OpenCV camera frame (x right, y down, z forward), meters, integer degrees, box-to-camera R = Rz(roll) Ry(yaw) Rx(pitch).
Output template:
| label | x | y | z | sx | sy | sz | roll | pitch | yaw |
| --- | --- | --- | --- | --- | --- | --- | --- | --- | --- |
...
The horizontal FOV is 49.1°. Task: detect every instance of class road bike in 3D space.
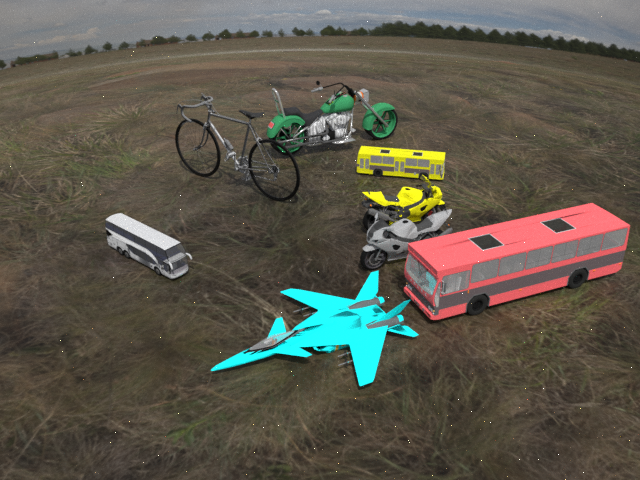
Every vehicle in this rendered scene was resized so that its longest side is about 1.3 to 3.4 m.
| label | x | y | z | sx | sy | sz | roll | pitch | yaw |
| --- | --- | --- | --- | --- | --- | --- | --- | --- | --- |
| road bike | -1.581 | -1.709 | 12.778 | 3.004 | 1.656 | 0.697 | 19 | 35 | 30 |

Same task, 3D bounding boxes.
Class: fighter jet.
| label | x | y | z | sx | sy | sz | roll | pitch | yaw |
| --- | --- | --- | --- | --- | --- | --- | --- | --- | --- |
| fighter jet | -0.148 | 1.124 | 8.902 | 2.640 | 0.557 | 2.229 | -14 | 33 | -24 |

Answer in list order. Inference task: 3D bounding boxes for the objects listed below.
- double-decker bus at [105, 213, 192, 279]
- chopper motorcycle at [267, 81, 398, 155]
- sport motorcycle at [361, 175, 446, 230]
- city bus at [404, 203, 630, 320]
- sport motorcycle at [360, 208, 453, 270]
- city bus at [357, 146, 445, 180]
| label | x | y | z | sx | sy | sz | roll | pitch | yaw |
| --- | --- | --- | --- | --- | --- | --- | --- | --- | --- |
| double-decker bus | -2.658 | 0.094 | 10.731 | 1.672 | 0.541 | 0.389 | 23 | 37 | 34 |
| chopper motorcycle | 0.307 | -2.620 | 14.561 | 3.040 | 1.480 | 0.906 | -15 | 33 | -24 |
| sport motorcycle | 1.407 | -0.563 | 11.605 | 1.520 | 0.821 | 0.506 | -9 | 31 | -15 |
| city bus | 2.825 | 0.298 | 10.015 | 3.255 | 0.894 | 0.926 | -12 | 32 | -20 |
| sport motorcycle | 1.310 | -0.015 | 10.640 | 1.520 | 0.821 | 0.506 | -11 | 32 | -19 |
| city bus | 1.574 | -1.478 | 13.583 | 1.674 | 0.460 | 0.476 | 6 | 30 | 10 |
